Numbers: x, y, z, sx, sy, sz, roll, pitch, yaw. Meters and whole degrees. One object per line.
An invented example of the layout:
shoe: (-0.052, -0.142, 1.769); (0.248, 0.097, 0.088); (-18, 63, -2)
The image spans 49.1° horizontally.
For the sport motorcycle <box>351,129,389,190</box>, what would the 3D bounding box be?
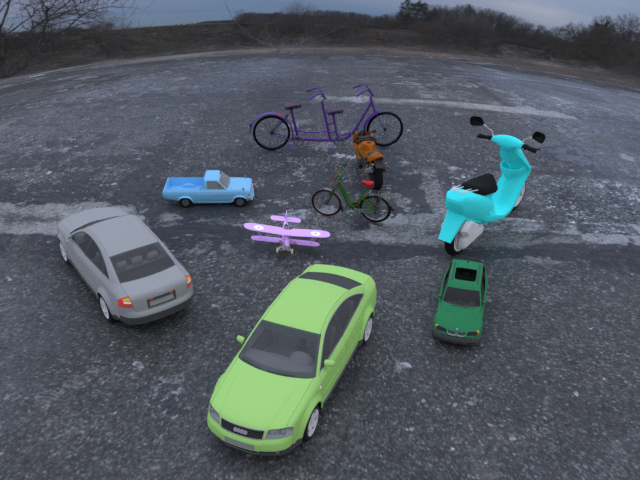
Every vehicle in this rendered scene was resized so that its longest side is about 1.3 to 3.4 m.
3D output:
sport motorcycle: (0.922, -1.543, 13.218); (0.506, 0.821, 1.520); (-6, 31, -11)

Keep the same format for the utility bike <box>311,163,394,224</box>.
utility bike: (0.533, -0.728, 11.701); (1.435, 0.946, 0.535); (8, 31, 13)

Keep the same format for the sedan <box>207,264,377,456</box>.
sedan: (-0.242, 1.217, 8.382); (1.235, 0.940, 3.137); (12, 32, 19)

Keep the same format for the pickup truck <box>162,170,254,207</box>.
pickup truck: (-1.986, -0.942, 12.498); (1.603, 0.511, 0.640); (-1, 30, -1)

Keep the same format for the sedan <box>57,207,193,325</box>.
sedan: (-2.935, 0.159, 10.190); (1.235, 0.940, 3.137); (-20, 36, -30)

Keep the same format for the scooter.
scooter: (2.734, -0.918, 11.193); (1.288, 1.786, 2.721); (23, 37, 33)

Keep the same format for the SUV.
SUV: (1.924, 0.791, 9.465); (0.656, 0.580, 1.572); (8, 31, 13)

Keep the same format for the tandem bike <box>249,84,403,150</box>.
tandem bike: (0.140, -2.486, 14.330); (3.192, 1.326, 0.550); (-2, 30, -4)

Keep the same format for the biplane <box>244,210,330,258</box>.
biplane: (-0.515, -0.112, 11.084); (1.336, 0.504, 1.090); (-2, 30, -3)
